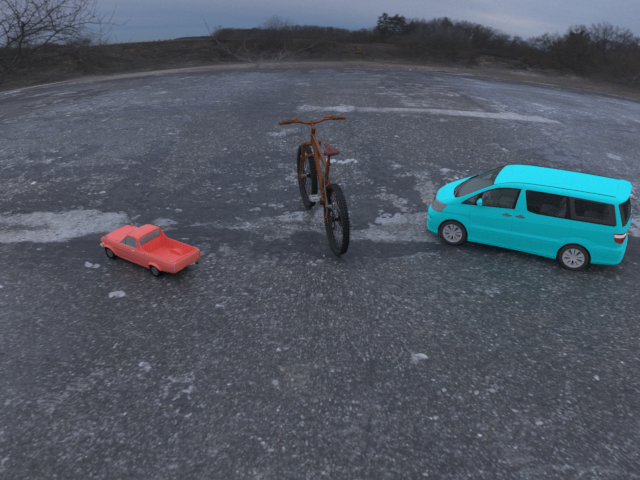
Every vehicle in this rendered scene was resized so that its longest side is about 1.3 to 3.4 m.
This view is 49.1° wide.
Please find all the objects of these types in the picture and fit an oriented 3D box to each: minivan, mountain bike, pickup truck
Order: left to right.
[{"bbox_3d":[-2.555,0.094,10.470,1.603,0.511,0.640,17,32,29],"label":"pickup truck"},{"bbox_3d":[0.015,-0.980,11.241,1.114,1.688,2.857,-7,29,-14],"label":"mountain bike"},{"bbox_3d":[3.189,-0.483,10.827,3.011,1.197,1.324,13,30,23],"label":"minivan"}]
